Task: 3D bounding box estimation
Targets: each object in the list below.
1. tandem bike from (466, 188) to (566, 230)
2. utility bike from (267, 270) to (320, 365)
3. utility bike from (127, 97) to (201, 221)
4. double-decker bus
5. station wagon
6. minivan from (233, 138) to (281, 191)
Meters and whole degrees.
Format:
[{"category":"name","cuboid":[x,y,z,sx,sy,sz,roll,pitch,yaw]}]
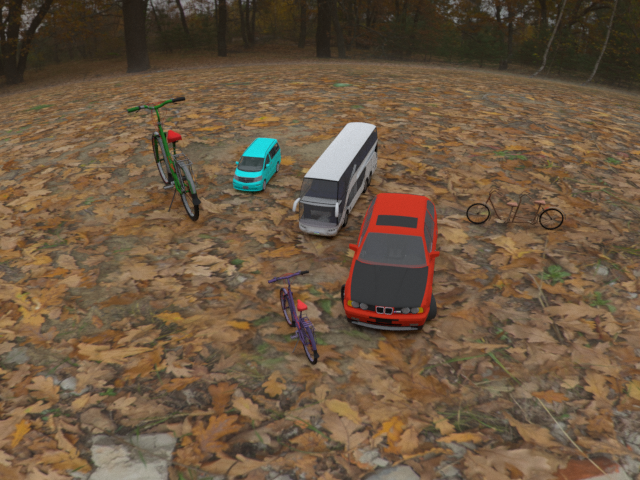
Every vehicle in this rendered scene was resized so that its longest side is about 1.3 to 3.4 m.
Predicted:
[{"category":"tandem bike","cuboid":[3.308,-0.521,11.775,1.642,0.682,0.283,5,28,9]},{"category":"utility bike","cuboid":[-0.329,0.917,8.754,0.535,0.946,1.435,-10,29,-18]},{"category":"utility bike","cuboid":[-2.707,-1.479,12.355,1.039,1.839,2.791,-13,30,-23]},{"category":"double-decker bus","cuboid":[0.380,-1.130,12.537,0.756,1.052,3.251,8,29,15]},{"category":"station wagon","cuboid":[1.096,0.158,10.227,1.327,0.920,3.105,5,28,9]},{"category":"minivan","cuboid":[-1.221,-1.473,13.658,0.681,0.616,1.548,6,28,11]}]
